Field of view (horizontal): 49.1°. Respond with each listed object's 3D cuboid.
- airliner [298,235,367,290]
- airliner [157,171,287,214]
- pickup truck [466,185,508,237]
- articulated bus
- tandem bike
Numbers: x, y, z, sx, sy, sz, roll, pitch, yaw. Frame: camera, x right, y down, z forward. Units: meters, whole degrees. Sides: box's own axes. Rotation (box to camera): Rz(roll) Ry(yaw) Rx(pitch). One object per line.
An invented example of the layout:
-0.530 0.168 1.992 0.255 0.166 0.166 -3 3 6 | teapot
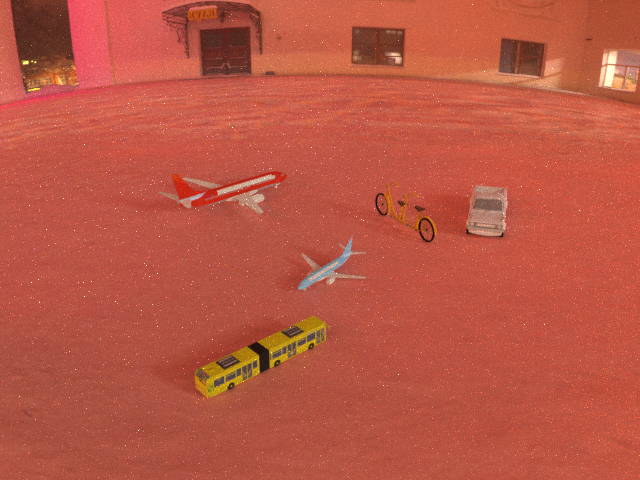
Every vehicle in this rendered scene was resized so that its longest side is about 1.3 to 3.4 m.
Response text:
0.099 0.338 10.018 1.161 0.429 1.307 19 32 34 | airliner
-1.550 -1.056 12.436 2.541 0.835 2.257 -23 34 -39 | airliner
2.825 -0.555 11.772 0.640 0.511 1.603 7 27 13 | pickup truck
-0.637 1.328 8.129 1.749 0.289 0.311 -21 33 -36 | articulated bus
1.384 -0.503 11.468 0.283 0.682 1.642 -14 29 -27 | tandem bike
